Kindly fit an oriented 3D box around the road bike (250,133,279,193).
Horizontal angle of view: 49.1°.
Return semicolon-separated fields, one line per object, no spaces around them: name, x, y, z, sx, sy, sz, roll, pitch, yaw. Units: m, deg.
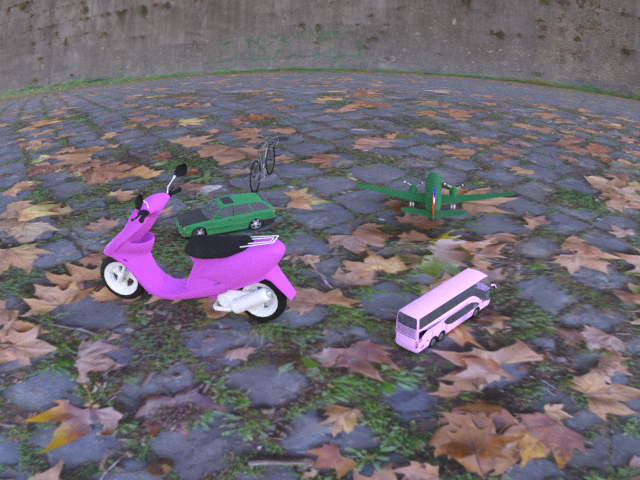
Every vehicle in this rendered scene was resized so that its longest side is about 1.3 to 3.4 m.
road bike;-1.065;-1.461;13.028;0.358;0.852;1.545;6;27;12

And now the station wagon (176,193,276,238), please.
station wagon;-1.537;-0.424;11.350;1.597;0.473;0.682;-11;28;-21

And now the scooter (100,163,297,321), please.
scooter;-1.622;0.103;8.792;2.721;1.786;1.288;7;27;14

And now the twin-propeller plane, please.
twin-propeller plane;1.921;-0.838;11.831;2.663;0.792;2.129;4;26;8

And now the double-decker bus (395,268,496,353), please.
double-decker bus;1.578;0.838;8.708;0.389;0.541;1.672;23;34;39
